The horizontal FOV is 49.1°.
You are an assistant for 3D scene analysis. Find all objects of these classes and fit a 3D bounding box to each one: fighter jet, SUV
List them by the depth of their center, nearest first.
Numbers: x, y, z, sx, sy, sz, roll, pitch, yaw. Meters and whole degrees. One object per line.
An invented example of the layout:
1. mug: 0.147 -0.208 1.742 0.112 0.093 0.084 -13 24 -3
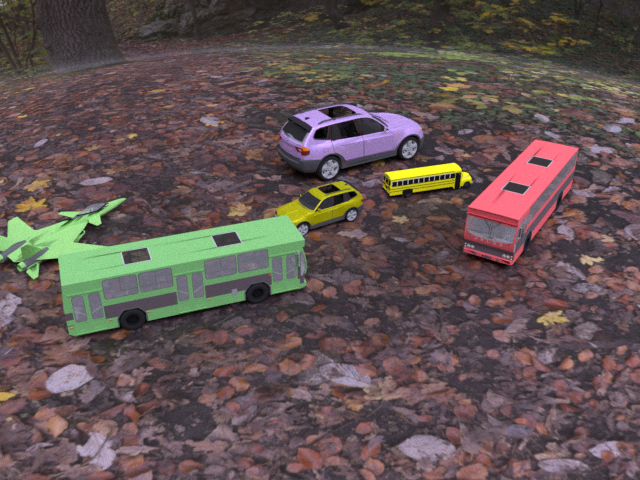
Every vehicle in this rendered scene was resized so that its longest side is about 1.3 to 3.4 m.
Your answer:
1. fighter jet: -4.063 -0.303 11.343 2.229 0.557 2.640 15 33 24
2. SUV: -0.009 -0.569 11.782 1.572 0.580 0.656 -17 34 -27
3. SUV: 0.642 -2.099 13.890 3.058 1.128 1.276 -17 34 -27

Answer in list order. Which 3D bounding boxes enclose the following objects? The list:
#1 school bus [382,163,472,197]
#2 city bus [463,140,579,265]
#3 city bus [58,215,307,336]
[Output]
1. school bus: 2.001 -1.111 12.870 1.708 0.434 0.365 -9 31 -16
2. city bus: 3.402 -0.683 11.665 0.926 0.894 3.255 18 34 28
3. city bus: -1.838 0.483 9.639 3.255 0.894 0.926 -11 32 -18
